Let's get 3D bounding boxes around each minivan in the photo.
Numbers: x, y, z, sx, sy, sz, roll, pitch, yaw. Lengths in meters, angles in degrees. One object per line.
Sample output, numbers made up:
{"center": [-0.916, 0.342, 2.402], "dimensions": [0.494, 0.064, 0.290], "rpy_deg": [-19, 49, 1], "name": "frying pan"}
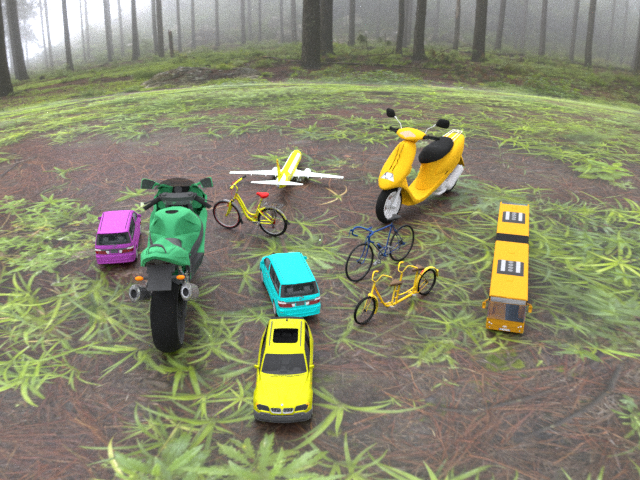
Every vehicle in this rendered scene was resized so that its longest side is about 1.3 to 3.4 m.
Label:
{"center": [-3.196, -0.140, 11.122], "dimensions": [0.681, 0.616, 1.548], "rpy_deg": [-4, 25, -9], "name": "minivan"}
{"center": [-0.441, 0.518, 9.705], "dimensions": [0.681, 0.616, 1.548], "rpy_deg": [-6, 26, -13], "name": "minivan"}

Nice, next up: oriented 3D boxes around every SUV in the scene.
{"center": [-0.390, 1.404, 7.837], "dimensions": [0.656, 0.580, 1.572], "rpy_deg": [0, 25, 0], "name": "SUV"}

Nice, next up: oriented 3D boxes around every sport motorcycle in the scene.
{"center": [-1.910, 0.193, 9.239], "dimensions": [0.983, 1.596, 2.955], "rpy_deg": [-2, 25, -4], "name": "sport motorcycle"}

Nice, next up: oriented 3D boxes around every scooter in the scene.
{"center": [1.857, -1.448, 12.551], "dimensions": [1.288, 1.786, 2.721], "rpy_deg": [20, 31, 36], "name": "scooter"}

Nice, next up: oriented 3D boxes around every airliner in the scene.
{"center": [-0.630, -1.566, 13.937], "dimensions": [2.257, 0.835, 2.541], "rpy_deg": [3, 25, 7], "name": "airliner"}

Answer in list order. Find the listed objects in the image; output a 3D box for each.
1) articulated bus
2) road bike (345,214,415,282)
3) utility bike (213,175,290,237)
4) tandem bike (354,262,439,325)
{"center": [2.788, 0.281, 10.280], "dimensions": [0.605, 0.561, 3.401], "rpy_deg": [7, 26, 14], "name": "articulated bus"}
{"center": [0.915, 0.071, 10.386], "dimensions": [1.545, 0.852, 0.358], "rpy_deg": [-22, 33, -39], "name": "road bike"}
{"center": [-1.175, -0.523, 11.556], "dimensions": [1.435, 0.946, 0.535], "rpy_deg": [9, 26, 19], "name": "utility bike"}
{"center": [1.055, 0.621, 9.403], "dimensions": [1.642, 0.682, 0.283], "rpy_deg": [-20, 32, -37], "name": "tandem bike"}
